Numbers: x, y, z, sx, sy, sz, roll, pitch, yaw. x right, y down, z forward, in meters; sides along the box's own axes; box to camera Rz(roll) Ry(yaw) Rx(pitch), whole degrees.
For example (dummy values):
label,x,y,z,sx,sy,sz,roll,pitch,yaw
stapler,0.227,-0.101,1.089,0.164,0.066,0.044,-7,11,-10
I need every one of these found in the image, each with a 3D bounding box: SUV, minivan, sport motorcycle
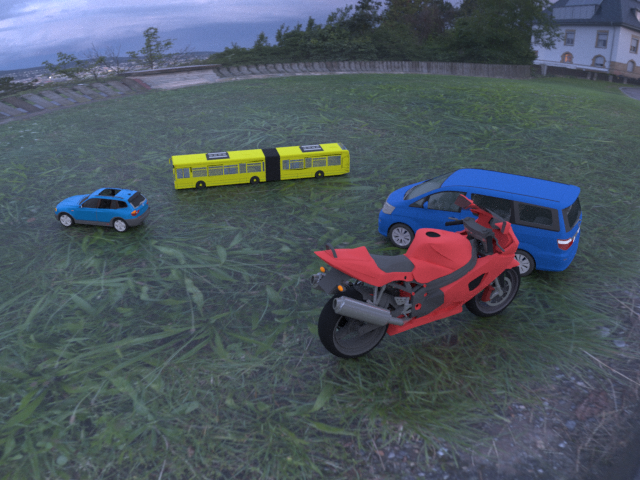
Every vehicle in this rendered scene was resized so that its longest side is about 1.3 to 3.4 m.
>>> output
label,x,y,z,sx,sy,sz,roll,pitch,yaw
SUV,-3.629,-0.557,11.642,1.572,0.580,0.656,5,27,11
minivan,2.378,-0.406,10.658,3.011,1.197,1.324,14,30,25
sport motorcycle,1.272,0.476,8.461,2.955,1.596,0.983,-12,29,-23

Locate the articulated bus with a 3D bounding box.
label,x,y,z,sx,sy,sz,roll,pitch,yaw
articulated bus,-1.132,-1.427,13.392,3.401,0.561,0.605,-6,27,-12
